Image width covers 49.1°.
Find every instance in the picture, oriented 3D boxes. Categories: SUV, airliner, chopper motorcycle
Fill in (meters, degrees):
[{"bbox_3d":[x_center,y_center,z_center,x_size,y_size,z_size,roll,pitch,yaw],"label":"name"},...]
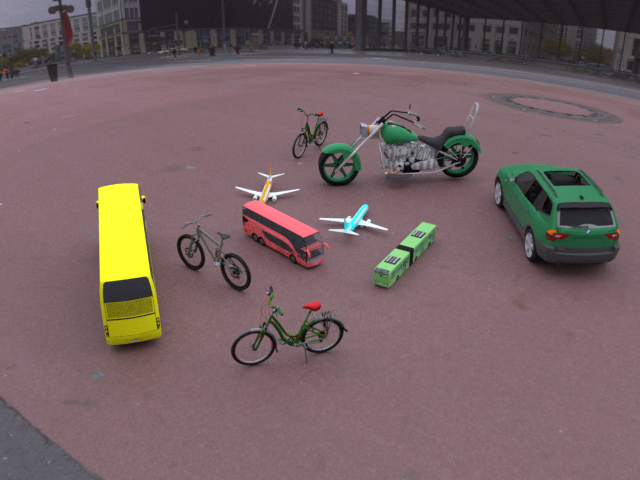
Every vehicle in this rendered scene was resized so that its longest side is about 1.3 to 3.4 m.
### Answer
[{"bbox_3d":[3.704,-0.631,11.122,1.276,1.128,3.058,-1,28,-1],"label":"SUV"},{"bbox_3d":[-0.963,-0.949,12.461,1.161,0.429,1.307,2,28,4],"label":"airliner"},{"bbox_3d":[1.484,-1.765,12.877,3.040,1.480,0.906,-3,28,-5],"label":"chopper motorcycle"},{"bbox_3d":[0.587,-0.407,11.444,1.161,0.429,1.307,10,30,18],"label":"airliner"}]

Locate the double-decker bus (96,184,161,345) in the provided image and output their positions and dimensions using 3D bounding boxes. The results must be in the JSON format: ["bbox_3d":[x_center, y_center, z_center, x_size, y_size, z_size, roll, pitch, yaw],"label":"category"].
[{"bbox_3d":[-2.688,0.179,9.681,0.756,1.052,3.251,-8,29,-14],"label":"double-decker bus"}]

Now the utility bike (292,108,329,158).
[{"bbox_3d":[-0.132,-2.255,14.364,0.535,0.946,1.435,15,32,26],"label":"utility bike"}]

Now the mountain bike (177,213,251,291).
[{"bbox_3d":[-1.526,0.173,9.890,1.469,0.868,0.573,20,34,33],"label":"mountain bike"}]

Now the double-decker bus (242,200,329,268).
[{"bbox_3d":[-0.573,-0.093,10.736,0.389,0.541,1.672,-23,36,-37],"label":"double-decker bus"}]

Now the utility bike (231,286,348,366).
[{"bbox_3d":[-0.332,1.045,8.169,1.435,0.946,0.535,-8,29,-15],"label":"utility bike"}]

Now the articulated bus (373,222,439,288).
[{"bbox_3d":[1.297,0.197,10.460,0.311,0.289,1.749,16,32,27],"label":"articulated bus"}]
